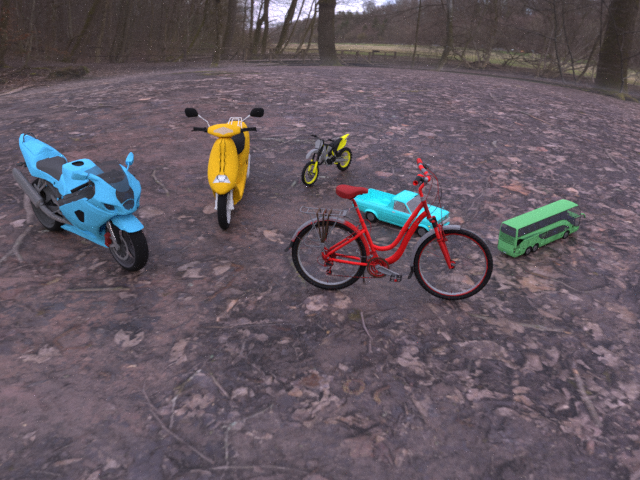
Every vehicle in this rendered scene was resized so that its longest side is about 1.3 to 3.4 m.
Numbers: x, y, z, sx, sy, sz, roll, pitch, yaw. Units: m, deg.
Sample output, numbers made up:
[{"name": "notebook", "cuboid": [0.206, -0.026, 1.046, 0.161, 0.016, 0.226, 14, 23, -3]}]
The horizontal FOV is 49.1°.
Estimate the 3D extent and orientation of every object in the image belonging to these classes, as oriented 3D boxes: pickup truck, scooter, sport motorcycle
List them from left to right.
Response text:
[{"name": "sport motorcycle", "cuboid": [-3.551, -0.600, 10.428, 2.955, 1.596, 0.983, 21, 34, 36]}, {"name": "scooter", "cuboid": [-1.542, -1.471, 11.933, 1.288, 1.786, 2.721, 0, 27, 0]}, {"name": "pickup truck", "cuboid": [1.322, -0.523, 11.474, 1.603, 0.511, 0.640, 19, 32, 32]}]

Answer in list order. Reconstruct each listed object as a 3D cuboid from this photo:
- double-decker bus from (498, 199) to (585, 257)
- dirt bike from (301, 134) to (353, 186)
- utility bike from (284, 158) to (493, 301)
[{"name": "double-decker bus", "cuboid": [3.426, -0.201, 10.808, 1.672, 0.541, 0.389, -18, 32, -32]}, {"name": "dirt bike", "cuboid": [0.150, -1.565, 13.143, 0.527, 0.857, 1.493, 20, 33, 34]}, {"name": "utility bike", "cuboid": [0.901, -0.142, 9.258, 2.791, 1.839, 1.039, 4, 27, 9]}]
